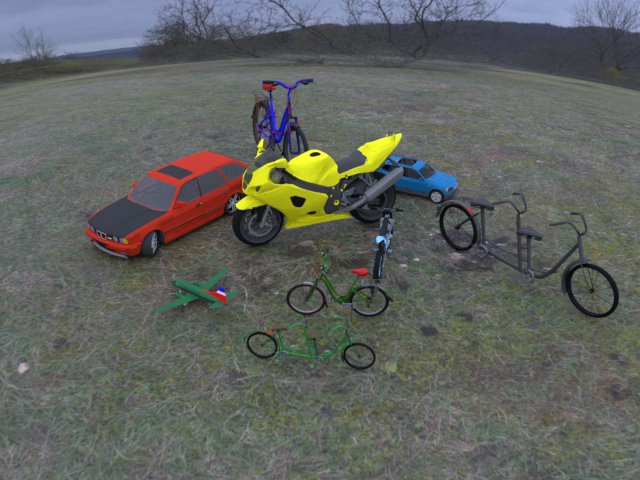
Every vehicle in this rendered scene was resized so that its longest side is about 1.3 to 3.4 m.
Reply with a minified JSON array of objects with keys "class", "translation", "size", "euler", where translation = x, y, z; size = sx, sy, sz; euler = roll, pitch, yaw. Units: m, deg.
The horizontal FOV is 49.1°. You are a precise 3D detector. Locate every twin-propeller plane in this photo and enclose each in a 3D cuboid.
[{"class":"twin-propeller plane","translation":[-1.687,0.684,9.729],"size":[1.095,0.407,1.370],"euler":[20,34,31]}]

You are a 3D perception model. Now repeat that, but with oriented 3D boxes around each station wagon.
[{"class":"station wagon","translation":[-2.438,-0.708,11.735],"size":[1.327,0.920,3.105],"euler":[20,34,32]}]

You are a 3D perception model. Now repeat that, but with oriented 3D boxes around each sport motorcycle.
[{"class":"sport motorcycle","translation":[-0.017,-0.836,11.265],"size":[2.955,1.596,0.983],"euler":[-12,31,-21]}]

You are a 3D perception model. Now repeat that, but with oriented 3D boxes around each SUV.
[{"class":"SUV","translation":[1.769,-1.158,12.910],"size":[1.572,0.580,0.656],"euler":[14,32,24]}]

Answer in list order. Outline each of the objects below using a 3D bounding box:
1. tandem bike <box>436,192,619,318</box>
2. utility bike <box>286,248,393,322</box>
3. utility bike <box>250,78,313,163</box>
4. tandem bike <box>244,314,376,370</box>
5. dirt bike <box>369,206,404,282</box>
[{"class":"tandem bike","translation":[2.873,-0.013,10.044],"size":[0.550,1.326,3.192],"euler":[-21,35,-33]},{"class":"utility bike","translation":[0.261,0.651,9.228],"size":[1.435,0.946,0.535],"euler":[1,29,2]},{"class":"utility bike","translation":[-0.751,-2.397,13.862],"size":[1.039,1.839,2.791],"euler":[-13,31,-23]},{"class":"tandem bike","translation":[-0.138,1.222,8.461],"size":[1.642,0.682,0.283],"euler":[5,29,9]},{"class":"dirt bike","translation":[0.961,-0.031,10.566],"size":[0.527,0.857,1.493],"euler":[7,29,12]}]
